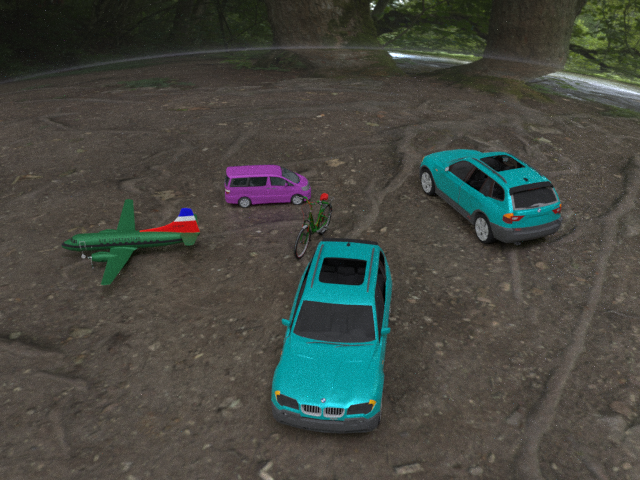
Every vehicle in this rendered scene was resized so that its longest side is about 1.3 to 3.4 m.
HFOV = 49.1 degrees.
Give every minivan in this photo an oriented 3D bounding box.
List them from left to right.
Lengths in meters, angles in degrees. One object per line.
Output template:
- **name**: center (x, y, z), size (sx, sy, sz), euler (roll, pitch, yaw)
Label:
- **minivan**: center (-0.936, -0.999, 12.570), size (1.548, 0.616, 0.681), euler (-4, 30, -6)

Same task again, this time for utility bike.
- **utility bike**: center (-0.038, -0.326, 11.072), size (0.535, 0.946, 1.435), euler (13, 32, 21)

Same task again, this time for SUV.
- **SUV**: center (0.229, 1.018, 8.556), size (1.276, 1.128, 3.058), euler (4, 30, 7)
- **SUV**: center (2.851, -0.970, 12.005), size (1.276, 1.128, 3.058), euler (-11, 32, -18)

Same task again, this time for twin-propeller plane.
- **twin-propeller plane**: center (-2.935, -0.097, 10.828), size (2.129, 0.792, 2.663), euler (-3, 30, -5)
